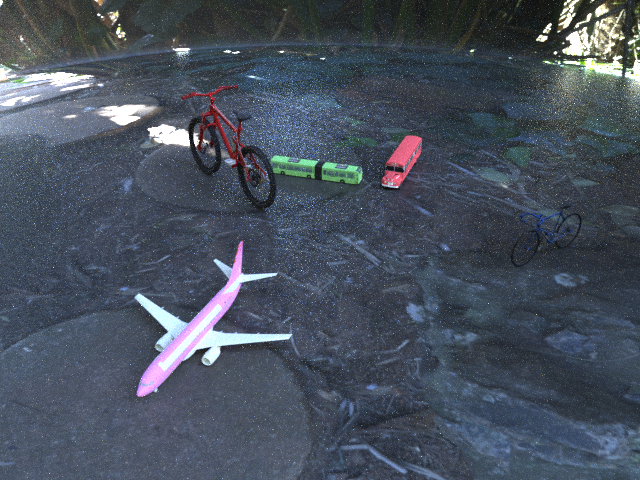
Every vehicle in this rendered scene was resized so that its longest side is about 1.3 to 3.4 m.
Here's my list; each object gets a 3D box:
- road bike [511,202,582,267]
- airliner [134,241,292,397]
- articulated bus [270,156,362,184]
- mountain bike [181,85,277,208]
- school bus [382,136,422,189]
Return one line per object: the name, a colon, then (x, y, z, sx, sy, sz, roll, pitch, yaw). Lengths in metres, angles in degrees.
road bike: (3.405, -0.122, 10.424, 1.545, 0.852, 0.358, -19, 35, -29)
airliner: (-1.512, 0.931, 8.615, 2.257, 0.835, 2.541, 12, 32, 20)
articulated bus: (-0.088, -1.309, 13.044, 1.749, 0.289, 0.311, 9, 31, 16)
mountain bike: (-1.610, -1.674, 12.277, 1.114, 1.688, 2.857, -21, 36, -32)
school bus: (1.547, -1.469, 13.176, 0.365, 0.434, 1.708, 11, 32, 18)
